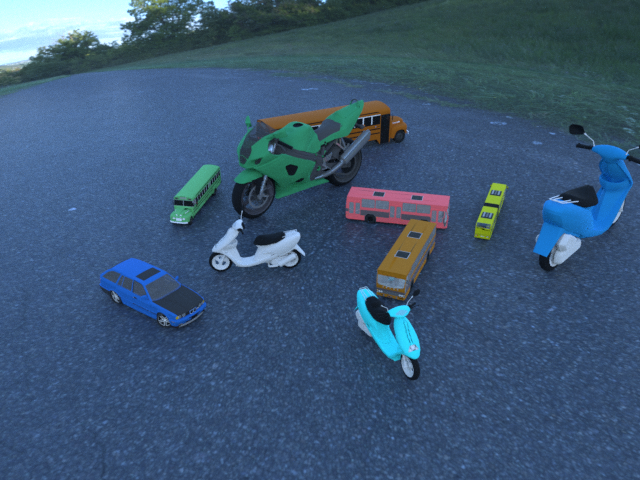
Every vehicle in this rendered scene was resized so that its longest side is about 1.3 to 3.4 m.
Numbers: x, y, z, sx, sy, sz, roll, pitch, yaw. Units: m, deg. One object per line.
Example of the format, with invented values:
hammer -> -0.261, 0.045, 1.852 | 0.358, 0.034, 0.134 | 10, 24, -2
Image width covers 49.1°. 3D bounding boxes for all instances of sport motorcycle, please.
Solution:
sport motorcycle -> -0.321, -1.433, 12.075 | 2.955, 1.596, 0.983 | -24, 36, -36

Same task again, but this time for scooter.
scooter -> -0.918, 0.028, 10.086 | 1.399, 0.919, 0.662 | -3, 29, -5
scooter -> 0.799, 0.971, 8.340 | 0.662, 0.919, 1.399 | -14, 31, -23
scooter -> 4.042, -0.670, 10.464 | 1.288, 1.786, 2.721 | 25, 37, 38

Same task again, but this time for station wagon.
station wagon -> -2.251, 0.662, 9.381 | 1.597, 0.473, 0.682 | 19, 34, 31

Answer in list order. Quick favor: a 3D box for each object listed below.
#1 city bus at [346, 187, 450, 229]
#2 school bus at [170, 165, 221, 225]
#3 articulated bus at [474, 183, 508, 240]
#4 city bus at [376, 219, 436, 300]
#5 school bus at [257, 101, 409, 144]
city bus -> 1.285, -0.519, 11.580 | 1.674, 0.460, 0.476 | 6, 29, 12
school bus -> -2.144, -0.791, 12.111 | 0.365, 0.434, 1.708 | 5, 29, 10
articulated bus -> 2.873, -0.505, 11.733 | 0.311, 0.289, 1.749 | 10, 30, 18
city bus -> 1.268, 0.270, 10.121 | 0.476, 0.460, 1.674 | 11, 30, 20
school bus -> 0.330, -2.275, 14.423 | 3.322, 0.844, 0.709 | -14, 31, -24
